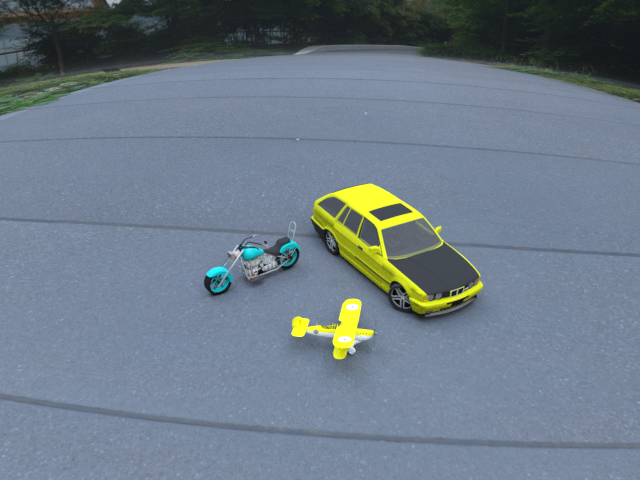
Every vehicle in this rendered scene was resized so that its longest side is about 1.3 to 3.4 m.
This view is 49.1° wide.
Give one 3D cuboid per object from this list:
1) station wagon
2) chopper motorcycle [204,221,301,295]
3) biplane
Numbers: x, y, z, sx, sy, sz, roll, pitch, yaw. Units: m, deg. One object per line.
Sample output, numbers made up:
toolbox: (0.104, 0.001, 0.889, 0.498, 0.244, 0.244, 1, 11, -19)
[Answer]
station wagon: (1.069, 0.006, 10.403, 1.327, 0.920, 3.105, -16, 33, -26)
chopper motorcycle: (-0.962, 0.255, 10.118, 1.563, 0.761, 0.466, -19, 34, -30)
biplane: (0.190, 1.133, 8.802, 1.090, 0.504, 1.336, 4, 29, 7)
